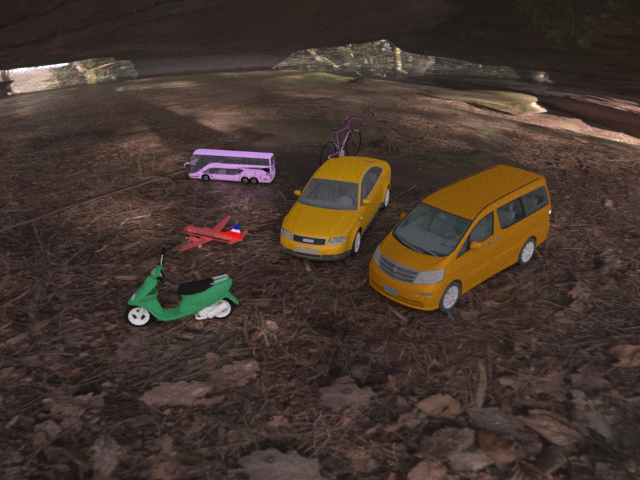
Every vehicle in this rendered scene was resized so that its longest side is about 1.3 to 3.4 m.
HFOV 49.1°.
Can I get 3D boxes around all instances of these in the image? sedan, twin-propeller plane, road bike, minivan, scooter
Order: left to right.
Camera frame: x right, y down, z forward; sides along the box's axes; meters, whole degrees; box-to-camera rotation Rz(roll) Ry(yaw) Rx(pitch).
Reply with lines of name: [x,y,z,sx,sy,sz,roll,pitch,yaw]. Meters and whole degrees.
scooter: [-1.717,0.625,8.602,1.399,0.919,0.662,-5,27,-9]
twin-propeller plane: [-1.659,-0.125,10.677,1.095,0.407,1.370,12,29,23]
sedan: [0.313,-0.675,11.181,1.235,0.940,3.137,8,28,16]
road bike: [0.420,-1.885,13.702,0.358,0.852,1.545,16,31,29]
minivan: [1.996,-0.095,9.733,3.011,1.197,1.324,-23,35,-38]

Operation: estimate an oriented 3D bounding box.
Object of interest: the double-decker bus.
double-decker bus: [-1.670,-1.373,13.026,1.672,0.541,0.389,4,27,9]
